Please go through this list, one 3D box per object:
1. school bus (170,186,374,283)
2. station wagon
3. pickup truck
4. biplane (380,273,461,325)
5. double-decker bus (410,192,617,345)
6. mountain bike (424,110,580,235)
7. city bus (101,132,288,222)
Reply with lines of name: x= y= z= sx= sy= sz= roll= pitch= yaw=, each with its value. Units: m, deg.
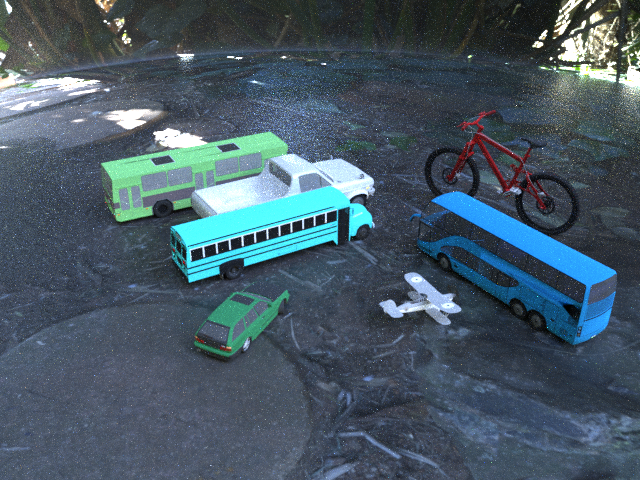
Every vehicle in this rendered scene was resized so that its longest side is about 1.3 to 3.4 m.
school bus: x=-0.640 y=-0.153 z=10.919 sx=3.322 sy=0.844 sz=0.709 roll=-16 pitch=34 yaw=-26
station wagon: x=-1.003 y=0.966 z=9.332 sx=0.682 sy=0.473 sz=1.597 roll=14 pitch=33 yaw=23
pickup truck: x=-0.593 y=-0.845 z=11.983 sx=3.117 sy=0.993 sz=1.244 roll=-17 pitch=34 yaw=-27
biplane: x=1.352 y=0.854 z=9.499 sx=1.090 sy=0.504 sz=1.336 roll=-10 pitch=31 yaw=-17
double-decker bus: x=2.620 y=0.265 z=9.977 sx=0.756 sy=1.052 sz=3.251 roll=-19 pitch=35 yaw=-29
mountain bike: x=3.022 y=-1.128 z=11.777 sx=2.857 sy=1.688 sz=1.114 roll=22 pitch=36 yaw=33
city bus: x=-2.178 y=-1.138 z=12.596 sx=3.255 sy=0.894 sz=0.926 roll=-15 pitch=33 yaw=-24
